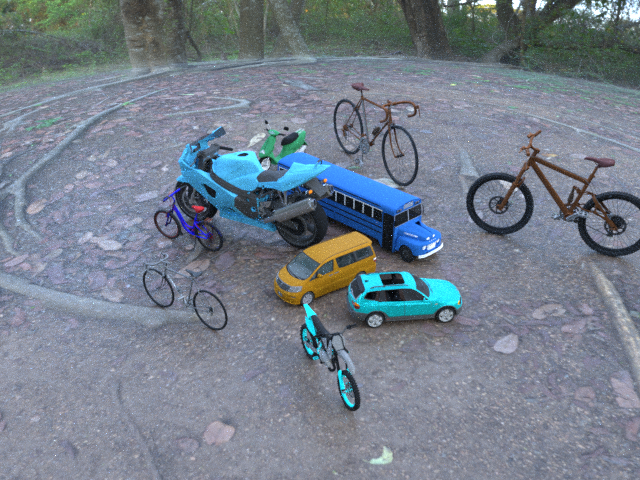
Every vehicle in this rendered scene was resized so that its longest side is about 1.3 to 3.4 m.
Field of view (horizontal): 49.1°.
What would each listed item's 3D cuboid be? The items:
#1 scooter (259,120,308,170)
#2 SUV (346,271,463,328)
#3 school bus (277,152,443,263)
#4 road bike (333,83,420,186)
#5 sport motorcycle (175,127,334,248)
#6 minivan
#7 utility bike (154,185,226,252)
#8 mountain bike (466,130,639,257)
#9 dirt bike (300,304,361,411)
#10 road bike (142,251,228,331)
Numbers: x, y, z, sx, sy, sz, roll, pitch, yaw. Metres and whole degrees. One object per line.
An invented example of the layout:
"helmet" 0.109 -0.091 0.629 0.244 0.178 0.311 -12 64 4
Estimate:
"scooter" -0.749 -1.940 14.053 0.662 0.919 1.399 23 36 36
"SUV" 1.144 0.751 9.496 1.572 0.580 0.656 -4 29 -6
"school bus" 0.604 -0.608 11.700 0.709 0.844 3.322 -25 37 -37
"road bike" 1.037 -2.180 13.724 0.696 1.656 3.004 -15 32 -26
"sport motorcycle" -1.160 -0.811 11.288 2.955 1.596 0.983 14 32 24
"minivan" 0.072 0.397 10.105 1.548 0.616 0.681 -19 34 -30
"utility bike" -2.117 -0.302 11.037 1.435 0.946 0.535 15 32 25
"mountain bike" 3.734 -0.680 10.954 2.857 1.688 1.114 12 31 21
"dirt bike" 0.107 1.306 8.195 0.527 0.857 1.493 -13 31 -22
"road bike" -1.832 0.681 9.340 1.545 0.852 0.358 18 34 30
